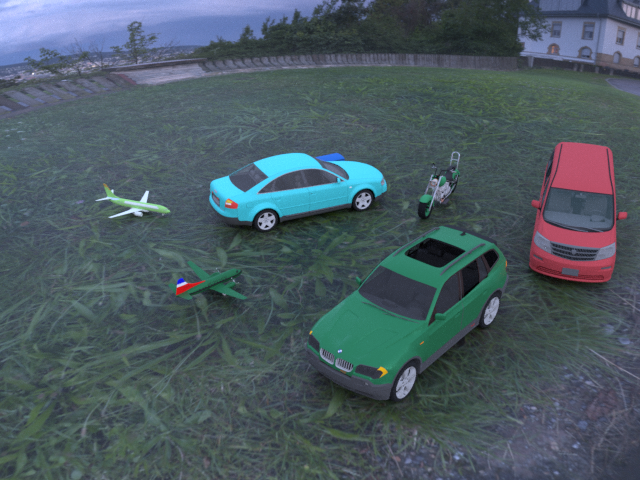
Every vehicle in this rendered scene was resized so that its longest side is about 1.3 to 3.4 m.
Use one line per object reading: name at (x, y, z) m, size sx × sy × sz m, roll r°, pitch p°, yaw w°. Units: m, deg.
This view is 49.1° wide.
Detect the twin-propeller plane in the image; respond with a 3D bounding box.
twin-propeller plane at (-1.517, 0.550, 9.649) m, size 1.095 × 0.407 × 1.370 m, roll -23°, pitch 35°, yaw -37°

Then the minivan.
minivan at (3.954, -0.493, 10.786) m, size 1.324 × 1.197 × 3.011 m, roll 9°, pitch 29°, yaw 17°

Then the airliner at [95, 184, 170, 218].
airliner at (-3.147, -0.685, 11.977) m, size 1.307 × 0.429 × 1.161 m, roll 9°, pitch 29°, yaw 17°

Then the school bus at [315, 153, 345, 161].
school bus at (-0.342, -1.247, 13.043) m, size 1.708 × 0.434 × 0.365 m, roll -15°, pitch 31°, yaw -26°

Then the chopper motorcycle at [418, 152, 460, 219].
chopper motorcycle at (2.076, -0.958, 12.140) m, size 0.466 × 0.761 × 1.563 m, roll 15°, pitch 31°, yaw 27°

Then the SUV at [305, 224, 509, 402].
SUV at (1.147, 0.745, 8.502) m, size 1.276 × 1.128 × 3.058 m, roll 22°, pitch 35°, yaw 36°

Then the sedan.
sedan at (-0.323, -0.959, 11.949) m, size 3.137 × 0.940 × 1.235 m, roll -13°, pitch 30°, yaw -23°
